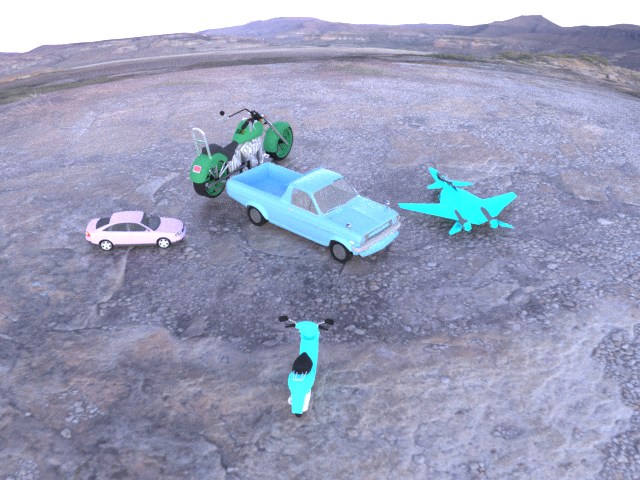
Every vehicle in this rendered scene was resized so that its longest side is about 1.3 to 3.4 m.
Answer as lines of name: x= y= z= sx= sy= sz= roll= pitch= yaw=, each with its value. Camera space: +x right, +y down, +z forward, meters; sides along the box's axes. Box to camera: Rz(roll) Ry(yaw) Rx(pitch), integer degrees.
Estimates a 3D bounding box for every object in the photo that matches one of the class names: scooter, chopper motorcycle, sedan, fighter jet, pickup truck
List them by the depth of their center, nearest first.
scooter: x=-0.180 y=1.393 z=8.356 sx=0.662 sy=0.919 sz=1.399 roll=3 pitch=30 yaw=6
sedan: x=-3.036 y=-0.195 z=11.556 sx=1.613 sy=0.483 sz=0.635 roll=-2 pitch=30 yaw=-3
pickup truck: x=-0.169 y=-0.651 z=11.838 sx=3.117 sy=0.993 sz=1.244 roll=23 pitch=37 yaw=34
fighter jet: x=2.459 y=-0.946 z=12.790 sx=2.229 sy=0.557 sz=2.640 roll=-6 pitch=30 yaw=-10
chopper motorcycle: x=-1.431 y=-1.871 z=13.472 sx=0.906 sy=1.480 sz=3.040 roll=16 pitch=34 yaw=26
